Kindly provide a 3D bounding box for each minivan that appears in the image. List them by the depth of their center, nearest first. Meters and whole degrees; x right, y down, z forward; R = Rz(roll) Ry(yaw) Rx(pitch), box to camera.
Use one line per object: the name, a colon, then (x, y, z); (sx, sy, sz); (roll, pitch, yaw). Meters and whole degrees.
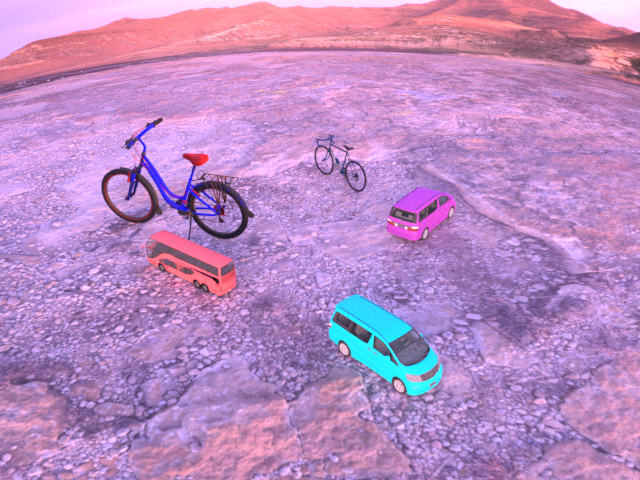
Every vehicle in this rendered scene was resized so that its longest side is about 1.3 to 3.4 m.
minivan: (0.808, 1.277, 8.678); (0.681, 0.616, 1.548); (-25, 38, -36)
minivan: (1.747, -0.529, 11.804); (0.681, 0.616, 1.548); (20, 35, 30)

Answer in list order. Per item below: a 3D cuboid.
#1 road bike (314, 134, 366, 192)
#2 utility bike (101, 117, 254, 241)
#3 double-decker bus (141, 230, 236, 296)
road bike: (0.369, -1.475, 13.207); (0.358, 0.852, 1.545); (-21, 36, -32)
utility bike: (-2.398, -0.877, 11.184); (2.791, 1.839, 1.039); (10, 31, 16)
double-decker bus: (-1.957, 0.313, 10.421); (1.672, 0.541, 0.389); (21, 36, 32)
